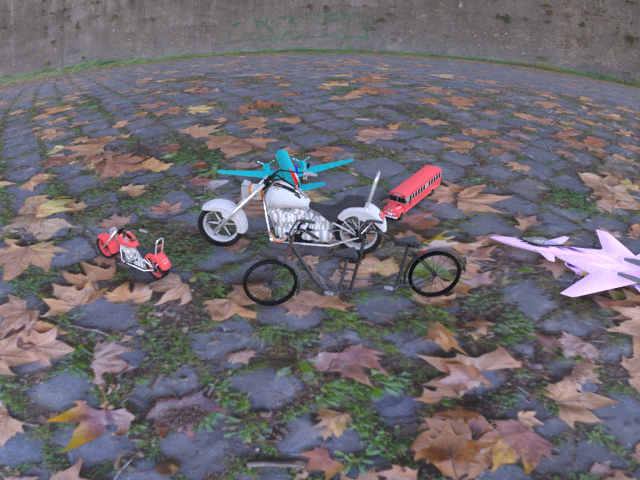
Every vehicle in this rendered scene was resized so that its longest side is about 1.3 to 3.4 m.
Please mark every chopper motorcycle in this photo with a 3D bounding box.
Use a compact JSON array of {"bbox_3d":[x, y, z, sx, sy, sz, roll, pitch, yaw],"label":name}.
[{"bbox_3d":[-2.888,0.102,10.704,1.563,0.761,0.466,20,35,30],"label":"chopper motorcycle"},{"bbox_3d":[-0.459,-0.495,11.023,3.040,1.480,0.906,5,30,8],"label":"chopper motorcycle"}]

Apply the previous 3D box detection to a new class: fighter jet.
[{"bbox_3d":[3.926,0.146,10.832,2.640,0.557,2.229,17,34,27],"label":"fighter jet"}]

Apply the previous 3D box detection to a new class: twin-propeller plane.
[{"bbox_3d":[-0.600,-1.390,13.275,2.663,0.792,2.129,-6,30,-11],"label":"twin-propeller plane"}]

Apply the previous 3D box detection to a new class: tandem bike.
[{"bbox_3d":[0.509,0.311,9.773,3.192,1.326,0.550,-3,30,-5],"label":"tandem bike"}]

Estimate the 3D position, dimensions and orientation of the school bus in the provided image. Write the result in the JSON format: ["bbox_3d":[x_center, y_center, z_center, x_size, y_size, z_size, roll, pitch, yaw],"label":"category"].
[{"bbox_3d":[1.677,-0.869,12.726,0.365,0.434,1.708,19,35,29],"label":"school bus"}]
